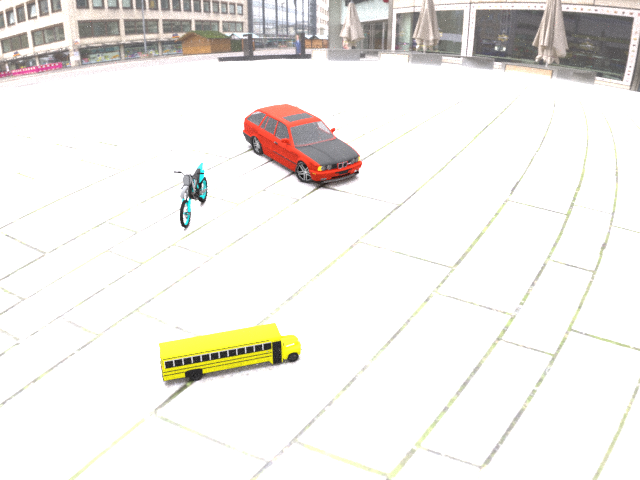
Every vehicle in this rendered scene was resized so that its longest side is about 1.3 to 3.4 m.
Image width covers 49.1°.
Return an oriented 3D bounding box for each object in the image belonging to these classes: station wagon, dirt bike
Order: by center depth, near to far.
[{"bbox_3d":[-2.173,-0.842,12.046,0.527,0.857,1.493,3,28,7],"label":"dirt bike"},{"bbox_3d":[-0.406,-2.052,14.262,1.327,0.920,3.105,-17,32,-29],"label":"station wagon"}]

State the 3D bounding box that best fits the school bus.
[{"bbox_3d":[-1.050,1.328,8.403,1.708,0.434,0.365,-8,29,-15],"label":"school bus"}]
